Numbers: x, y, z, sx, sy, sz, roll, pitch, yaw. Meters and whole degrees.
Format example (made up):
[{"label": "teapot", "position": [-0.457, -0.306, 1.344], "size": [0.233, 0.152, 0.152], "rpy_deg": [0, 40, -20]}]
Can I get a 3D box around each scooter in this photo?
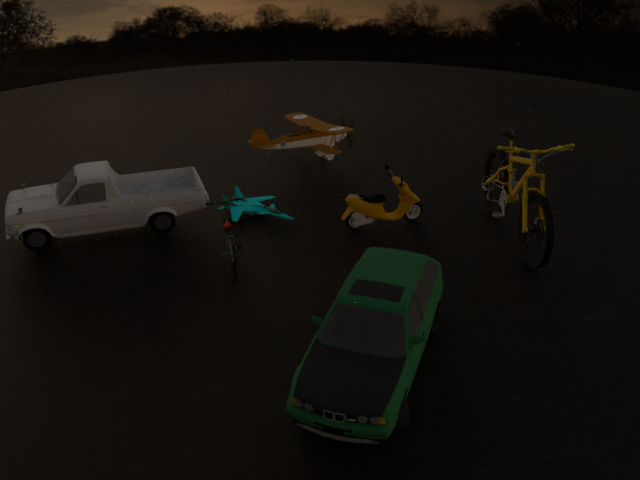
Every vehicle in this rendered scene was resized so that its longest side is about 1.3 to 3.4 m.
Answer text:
[{"label": "scooter", "position": [1.013, -0.649, 11.136], "size": [1.399, 0.919, 0.662], "rpy_deg": [-9, 29, -16]}]

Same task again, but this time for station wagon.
[{"label": "station wagon", "position": [0.614, 0.990, 7.987], "size": [1.327, 0.920, 3.105], "rpy_deg": [9, 29, 16]}]

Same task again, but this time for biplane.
[{"label": "biplane", "position": [-0.351, -1.987, 13.636], "size": [2.120, 0.981, 2.598], "rpy_deg": [-12, 30, -22]}]

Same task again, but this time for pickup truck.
[{"label": "pickup truck", "position": [-3.378, -0.681, 11.115], "size": [3.117, 0.993, 1.244], "rpy_deg": [-9, 29, -17]}]

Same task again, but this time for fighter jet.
[{"label": "fighter jet", "position": [-1.000, -0.568, 11.664], "size": [1.358, 0.286, 1.147], "rpy_deg": [15, 31, 27]}]

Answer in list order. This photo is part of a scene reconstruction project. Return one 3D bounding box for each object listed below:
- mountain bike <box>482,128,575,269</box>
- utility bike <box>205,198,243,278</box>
[{"label": "mountain bike", "position": [2.979, -0.807, 10.607], "size": [1.114, 1.688, 2.857], "rpy_deg": [-2, 28, -4]}, {"label": "utility bike", "position": [-1.339, -0.087, 10.027], "size": [0.535, 0.946, 1.435], "rpy_deg": [-5, 28, -9]}]
